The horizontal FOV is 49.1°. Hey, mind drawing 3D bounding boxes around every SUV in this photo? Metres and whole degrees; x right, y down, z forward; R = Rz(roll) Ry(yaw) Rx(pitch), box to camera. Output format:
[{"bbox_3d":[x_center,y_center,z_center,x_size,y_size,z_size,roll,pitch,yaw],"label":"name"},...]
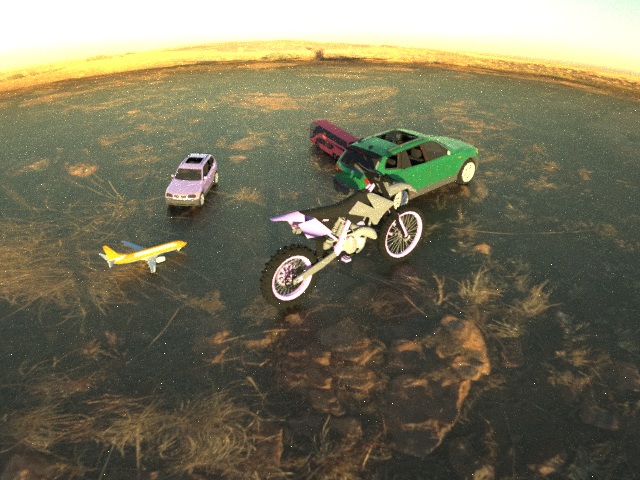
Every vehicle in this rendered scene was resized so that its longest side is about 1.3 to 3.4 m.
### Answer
[{"bbox_3d":[-2.284,-1.104,12.555,0.656,0.580,1.572,3,28,7],"label":"SUV"},{"bbox_3d":[1.609,-1.425,12.576,3.058,1.128,1.276,-23,36,-37],"label":"SUV"}]

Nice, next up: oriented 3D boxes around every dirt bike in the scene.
[{"bbox_3d":[0.403,-0.139,9.573,2.903,1.666,1.024,-19,34,-32],"label":"dirt bike"}]

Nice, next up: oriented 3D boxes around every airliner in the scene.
[{"bbox_3d":[-2.590,0.112,10.421,1.307,0.429,1.161,-18,33,-31],"label":"airliner"}]

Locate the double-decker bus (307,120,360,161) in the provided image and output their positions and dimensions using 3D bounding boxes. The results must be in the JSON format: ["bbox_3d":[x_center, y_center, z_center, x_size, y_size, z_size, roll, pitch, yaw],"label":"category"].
[{"bbox_3d":[0.288,-2.024,14.333,0.389,0.541,1.672,-14,31,-25],"label":"double-decker bus"}]
